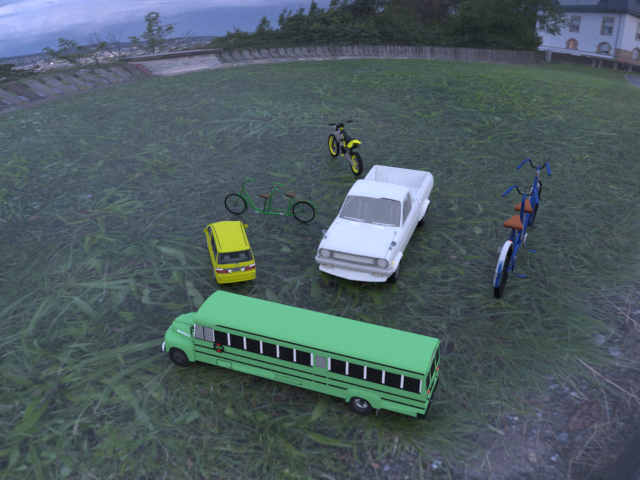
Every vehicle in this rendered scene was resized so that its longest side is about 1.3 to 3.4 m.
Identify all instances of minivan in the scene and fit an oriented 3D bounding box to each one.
[{"bbox_3d":[-1.366,0.067,10.506,0.681,0.616,1.548,-7,30,-12],"label":"minivan"}]

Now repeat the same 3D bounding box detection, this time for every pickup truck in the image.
[{"bbox_3d":[0.948,-0.431,11.012,1.244,0.993,3.117,10,31,17],"label":"pickup truck"}]

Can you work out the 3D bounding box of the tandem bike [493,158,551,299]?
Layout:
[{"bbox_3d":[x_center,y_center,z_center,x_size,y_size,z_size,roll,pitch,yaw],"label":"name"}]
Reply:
[{"bbox_3d":[3.012,-0.308,10.449,0.550,1.326,3.192,13,32,22],"label":"tandem bike"}]

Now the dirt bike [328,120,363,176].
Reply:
[{"bbox_3d":[0.480,-1.855,13.707,0.527,0.857,1.493,-12,31,-21],"label":"dirt bike"}]

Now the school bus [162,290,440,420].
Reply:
[{"bbox_3d":[-0.308,1.262,8.126,3.322,0.844,0.709,11,31,18],"label":"school bus"}]

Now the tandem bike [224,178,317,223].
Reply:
[{"bbox_3d":[-0.839,-0.657,11.738,1.642,0.682,0.283,7,30,12],"label":"tandem bike"}]
